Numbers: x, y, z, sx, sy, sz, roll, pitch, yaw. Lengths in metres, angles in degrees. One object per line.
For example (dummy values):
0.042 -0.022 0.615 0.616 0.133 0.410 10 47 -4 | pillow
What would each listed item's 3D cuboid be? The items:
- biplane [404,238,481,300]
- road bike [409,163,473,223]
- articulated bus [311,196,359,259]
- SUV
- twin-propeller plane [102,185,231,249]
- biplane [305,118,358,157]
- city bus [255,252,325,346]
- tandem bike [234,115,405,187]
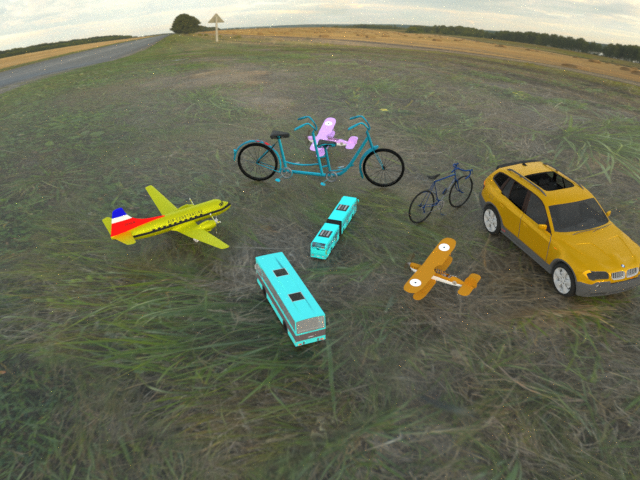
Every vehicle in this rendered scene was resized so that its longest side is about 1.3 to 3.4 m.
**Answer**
1.711 0.518 9.964 1.090 0.504 1.336 19 35 29 | biplane
2.079 -0.807 11.889 1.545 0.852 0.358 -21 36 -32 | road bike
0.250 -0.228 11.455 0.311 0.289 1.749 10 32 16 | articulated bus
3.640 -0.275 10.703 1.276 1.128 3.058 -10 32 -17 | SUV
-2.359 -0.405 11.259 2.129 0.792 2.663 -21 36 -32 | twin-propeller plane
0.221 -2.017 14.306 1.090 0.504 1.336 8 31 14 | biplane
-0.428 0.790 9.542 0.476 0.460 1.674 -12 32 -19 | city bus
-0.036 -1.627 12.824 3.192 1.326 0.550 4 30 6 | tandem bike
